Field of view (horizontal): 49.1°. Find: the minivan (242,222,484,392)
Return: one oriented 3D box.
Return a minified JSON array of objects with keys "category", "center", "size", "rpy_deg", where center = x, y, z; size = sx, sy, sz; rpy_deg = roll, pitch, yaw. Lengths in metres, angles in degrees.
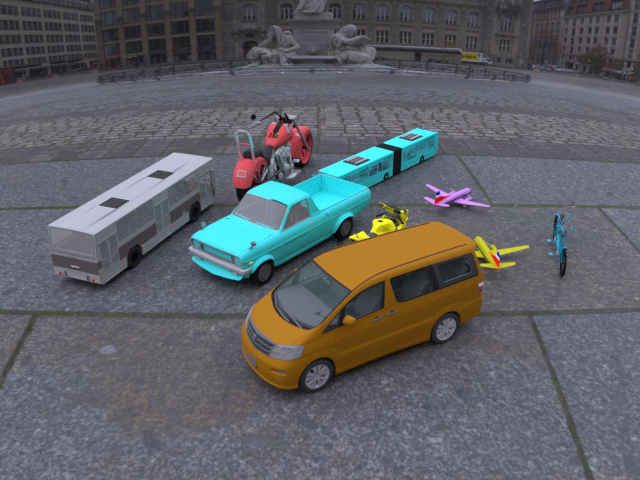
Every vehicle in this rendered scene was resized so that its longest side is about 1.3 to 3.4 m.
[{"category":"minivan","center":[0.527,0.716,8.381],"size":[3.011,1.197,1.324],"rpy_deg":[-15,30,-27]}]

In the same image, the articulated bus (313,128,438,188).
[{"category":"articulated bus","center":[1.187,-1.504,13.524],"size":[0.605,0.561,3.401],"rpy_deg":[21,33,35]}]

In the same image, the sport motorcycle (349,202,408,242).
[{"category":"sport motorcycle","center":[0.855,0.012,10.206],"size":[0.506,0.821,1.520],"rpy_deg":[17,31,31]}]

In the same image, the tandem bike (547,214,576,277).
[{"category":"tandem bike","center":[3.618,-0.061,10.507],"size":[0.283,0.682,1.642],"rpy_deg":[6,27,11]}]

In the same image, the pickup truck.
[{"category":"pickup truck","center":[-0.522,-0.352,10.741],"size":[1.244,0.993,3.117],"rpy_deg":[20,33,34]}]

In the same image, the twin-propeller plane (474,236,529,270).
[{"category":"twin-propeller plane","center":[2.483,0.144,10.404],"size":[1.370,0.407,1.095],"rpy_deg":[-3,27,-5]}]

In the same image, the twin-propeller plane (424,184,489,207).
[{"category":"twin-propeller plane","center":[2.343,-0.790,12.270],"size":[1.095,0.407,1.370],"rpy_deg":[-23,35,-38]}]

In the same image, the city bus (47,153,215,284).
[{"category":"city bus","center":[-2.778,-0.404,10.954],"size":[0.926,0.894,3.255],"rpy_deg":[10,28,19]}]

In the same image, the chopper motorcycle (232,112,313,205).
[{"category":"chopper motorcycle","center":[-0.789,-1.707,12.903],"size":[0.906,1.480,3.040],"rpy_deg":[10,28,18]}]
